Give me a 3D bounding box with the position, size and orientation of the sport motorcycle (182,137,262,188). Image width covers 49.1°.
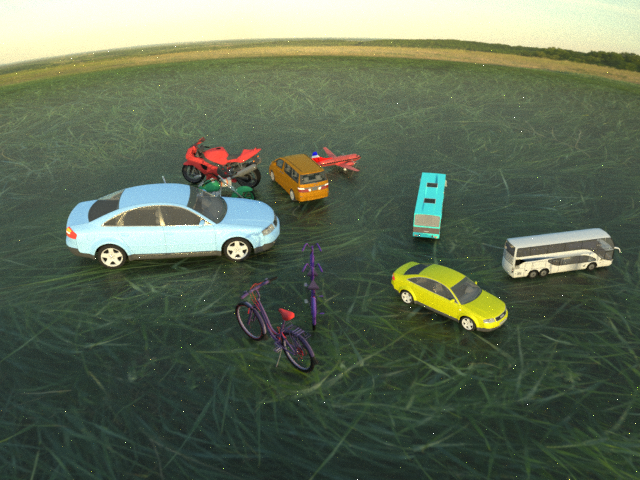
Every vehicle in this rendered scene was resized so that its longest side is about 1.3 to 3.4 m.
[{"bbox_3d":[-1.771,-1.350,12.548,1.520,0.821,0.506,6,29,10],"label":"sport motorcycle"}]

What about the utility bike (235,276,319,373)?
[{"bbox_3d":[-0.571,0.981,8.083,0.535,0.946,1.435,-25,37,-38],"label":"utility bike"}]

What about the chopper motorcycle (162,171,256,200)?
[{"bbox_3d":[-1.846,-0.784,11.558,1.563,0.761,0.466,-9,30,-16],"label":"chopper motorcycle"}]

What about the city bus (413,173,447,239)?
[{"bbox_3d":[1.803,-0.568,11.474,0.476,0.460,1.674,6,29,10],"label":"city bus"}]

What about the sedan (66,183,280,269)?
[{"bbox_3d":[-2.175,-0.305,10.479,3.137,0.940,1.235,-3,28,-6],"label":"sedan"}]

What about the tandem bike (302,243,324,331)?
[{"bbox_3d":[-0.096,0.531,9.198,0.283,0.682,1.642,-1,28,-2],"label":"tandem bike"}]

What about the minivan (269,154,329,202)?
[{"bbox_3d":[-0.405,-1.190,12.468,0.681,0.616,1.548,-12,31,-22],"label":"minivan"}]

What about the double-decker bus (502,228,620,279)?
[{"bbox_3d":[3.436,0.182,9.996,1.672,0.541,0.389,-6,29,-12],"label":"double-decker bus"}]

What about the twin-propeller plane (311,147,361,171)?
[{"bbox_3d":[0.309,-1.566,13.387,1.095,0.407,1.370,-14,31,-24],"label":"twin-propeller plane"}]

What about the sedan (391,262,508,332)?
[{"bbox_3d":[1.680,0.677,9.137,1.613,0.483,0.635,23,36,36],"label":"sedan"}]
